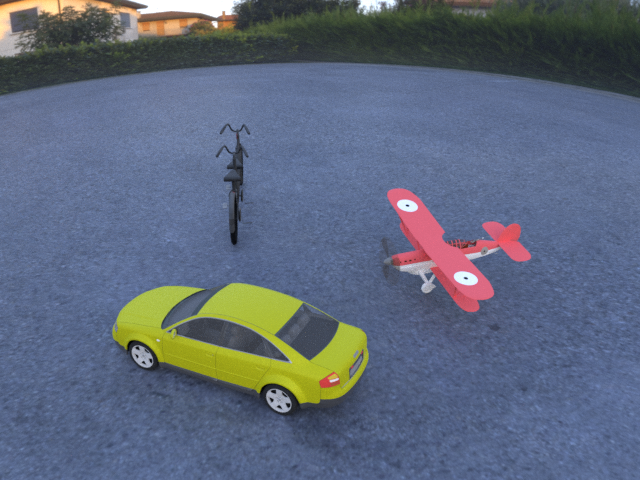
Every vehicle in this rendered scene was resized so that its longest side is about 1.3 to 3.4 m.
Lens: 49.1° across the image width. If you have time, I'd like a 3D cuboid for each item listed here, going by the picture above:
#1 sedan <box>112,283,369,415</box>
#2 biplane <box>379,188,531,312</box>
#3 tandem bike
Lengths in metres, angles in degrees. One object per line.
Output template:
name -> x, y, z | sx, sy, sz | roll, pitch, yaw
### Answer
sedan -> -0.986, 1.051, 8.076 | 3.137, 0.940, 1.235 | 12, 30, 22
biplane -> 1.866, 0.182, 9.699 | 2.120, 0.981, 2.598 | -9, 29, -17
tandem bike -> -1.411, -1.076, 11.739 | 0.550, 1.326, 3.192 | -2, 28, -3
